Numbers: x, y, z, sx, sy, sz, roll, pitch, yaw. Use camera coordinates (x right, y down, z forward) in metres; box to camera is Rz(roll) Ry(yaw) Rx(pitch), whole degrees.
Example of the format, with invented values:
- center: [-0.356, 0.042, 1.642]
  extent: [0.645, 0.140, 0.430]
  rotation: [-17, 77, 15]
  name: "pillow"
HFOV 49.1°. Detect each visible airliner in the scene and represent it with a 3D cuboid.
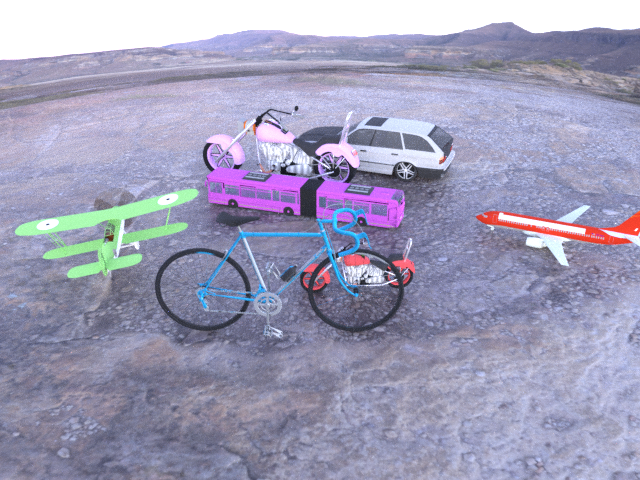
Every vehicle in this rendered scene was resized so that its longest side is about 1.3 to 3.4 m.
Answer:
- center: [3.650, -0.329, 10.669]
  extent: [2.541, 0.835, 2.257]
  rotation: [13, 30, 23]
  name: "airliner"

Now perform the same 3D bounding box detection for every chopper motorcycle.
- center: [-0.749, -1.741, 12.733]
  extent: [3.040, 1.480, 0.906]
  rotation: [9, 28, 17]
  name: "chopper motorcycle"
- center: [0.509, 0.340, 9.434]
  extent: [1.563, 0.761, 0.466]
  rotation: [-1, 27, -3]
  name: "chopper motorcycle"

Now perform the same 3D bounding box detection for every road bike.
- center: [-0.490, 0.395, 8.338]
  extent: [3.004, 1.656, 0.696]
  rotation: [0, 27, 1]
  name: "road bike"

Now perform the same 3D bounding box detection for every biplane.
- center: [-2.990, -0.016, 9.892]
  extent: [2.598, 0.981, 2.120]
  rotation: [-4, 27, -9]
  name: "biplane"

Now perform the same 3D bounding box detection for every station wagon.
- center: [1.025, -1.883, 13.630]
  extent: [3.105, 0.920, 1.327]
  rotation: [10, 29, 19]
  name: "station wagon"

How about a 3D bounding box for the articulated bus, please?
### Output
- center: [-0.299, -0.728, 11.754]
  extent: [3.401, 0.561, 0.605]
  rotation: [9, 28, 16]
  name: "articulated bus"
